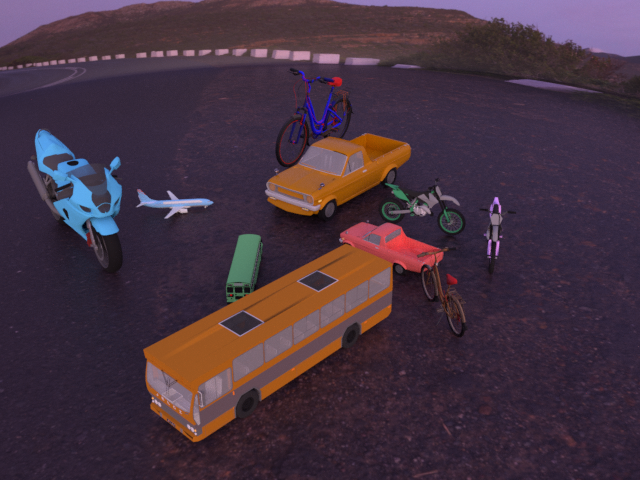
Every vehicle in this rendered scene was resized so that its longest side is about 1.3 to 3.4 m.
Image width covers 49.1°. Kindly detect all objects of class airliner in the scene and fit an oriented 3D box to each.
[{"bbox_3d":[-2.532,-0.724,12.237,1.307,0.429,1.161,-4,28,-8],"label":"airliner"}]

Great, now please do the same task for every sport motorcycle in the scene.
[{"bbox_3d":[-3.757,-0.660,10.851,0.983,1.596,2.955,-19,33,-32],"label":"sport motorcycle"}]

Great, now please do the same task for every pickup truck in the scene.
[{"bbox_3d":[1.061,0.069,10.627,1.603,0.511,0.640,22,35,36],"label":"pickup truck"},{"bbox_3d":[0.407,-1.334,12.798,1.244,0.993,3.117,20,34,34],"label":"pickup truck"}]

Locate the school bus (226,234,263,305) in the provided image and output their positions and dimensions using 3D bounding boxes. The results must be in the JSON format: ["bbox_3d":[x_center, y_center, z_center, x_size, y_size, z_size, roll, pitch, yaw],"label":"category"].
[{"bbox_3d":[-1.072,0.366,10.141,0.365,0.434,1.708,0,28,1],"label":"school bus"}]

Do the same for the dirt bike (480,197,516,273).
[{"bbox_3d":[2.659,-0.141,10.655,0.527,0.857,1.493,6,28,11],"label":"dirt bike"}]

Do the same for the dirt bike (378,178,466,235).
[{"bbox_3d":[1.672,-0.565,11.470,1.493,0.857,0.527,12,30,22],"label":"dirt bike"}]

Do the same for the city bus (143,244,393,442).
[{"bbox_3d":[-0.453,1.099,8.236,0.926,0.894,3.255,23,35,37],"label":"city bus"}]

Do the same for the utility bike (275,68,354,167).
[{"bbox_3d":[0.029,-2.603,14.320,1.039,1.839,2.791,18,32,30],"label":"utility bike"}]

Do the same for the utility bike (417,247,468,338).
[{"bbox_3d":[1.555,0.620,9.099,0.535,0.946,1.435,-7,28,-13],"label":"utility bike"}]
